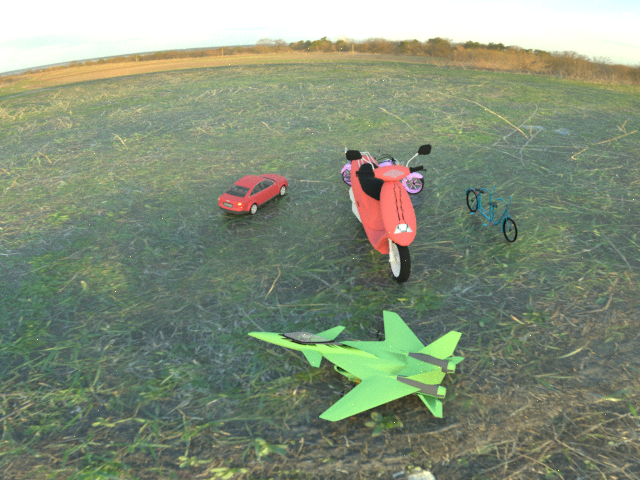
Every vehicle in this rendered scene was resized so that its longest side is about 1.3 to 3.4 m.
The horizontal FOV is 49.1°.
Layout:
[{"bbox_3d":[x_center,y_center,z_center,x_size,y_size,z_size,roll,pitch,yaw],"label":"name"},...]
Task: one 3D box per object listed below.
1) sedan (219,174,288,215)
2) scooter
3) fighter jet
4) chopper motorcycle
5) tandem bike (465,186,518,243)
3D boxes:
[{"bbox_3d":[-1.170,-0.908,12.548,0.635,0.483,1.613,15,31,27],"label":"sedan"},{"bbox_3d":[0.931,-0.677,10.704,1.288,1.786,2.721,-6,28,-11],"label":"scooter"},{"bbox_3d":[0.308,1.264,8.321,2.640,0.557,2.229,11,30,20],"label":"fighter jet"},{"bbox_3d":[1.154,-1.276,12.952,1.563,0.761,0.466,7,28,13],"label":"chopper motorcycle"},{"bbox_3d":[2.845,-0.549,11.650,0.283,0.682,1.642,-9,29,-16],"label":"tandem bike"}]
